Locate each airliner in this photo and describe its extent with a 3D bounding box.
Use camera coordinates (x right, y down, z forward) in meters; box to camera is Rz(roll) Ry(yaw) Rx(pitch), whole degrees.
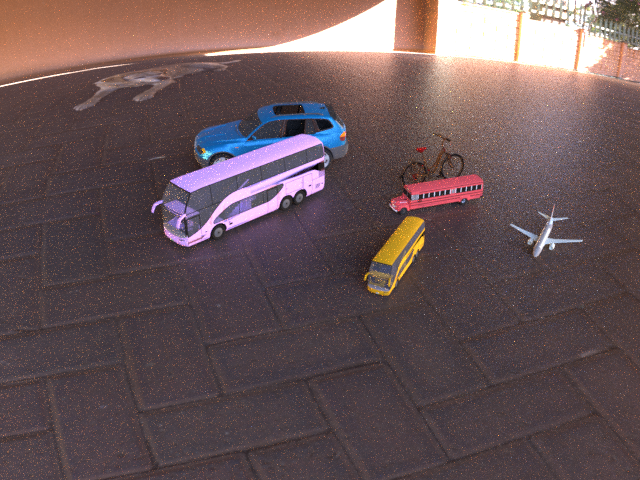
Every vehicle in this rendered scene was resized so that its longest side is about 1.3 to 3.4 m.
[{"bbox_3d":[3.624,-0.141,11.286,1.161,0.429,1.307,15,33,23],"label":"airliner"}]

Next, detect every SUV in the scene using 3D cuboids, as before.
[{"bbox_3d":[-0.969,-2.055,13.866,3.058,1.128,1.276,-5,31,-8],"label":"SUV"}]

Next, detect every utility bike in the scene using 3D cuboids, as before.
[{"bbox_3d":[2.083,-1.491,13.081,1.435,0.946,0.535,-13,33,-21],"label":"utility bike"}]

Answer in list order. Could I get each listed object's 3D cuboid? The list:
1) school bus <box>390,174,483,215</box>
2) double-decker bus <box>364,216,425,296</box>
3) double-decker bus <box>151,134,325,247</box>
[{"bbox_3d":[2.065,-0.817,12.437,1.708,0.434,0.365,-10,32,-17],"label":"school bus"},{"bbox_3d":[1.161,0.235,10.533,0.389,0.541,1.672,14,33,22],"label":"double-decker bus"},{"bbox_3d":[-1.264,-0.873,11.920,3.251,1.052,0.756,-26,39,-37],"label":"double-decker bus"}]
